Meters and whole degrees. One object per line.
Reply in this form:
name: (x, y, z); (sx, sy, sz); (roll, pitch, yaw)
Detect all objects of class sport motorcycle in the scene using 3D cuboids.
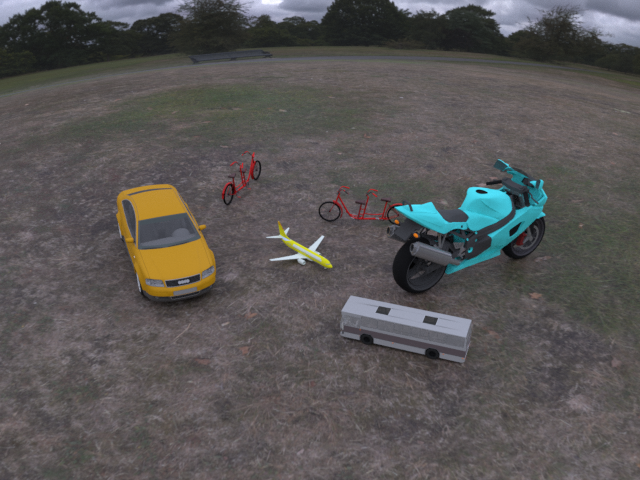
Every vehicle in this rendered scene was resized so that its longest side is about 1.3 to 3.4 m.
sport motorcycle: (2.316, -0.175, 10.517); (2.955, 1.596, 0.983); (-15, 32, -25)

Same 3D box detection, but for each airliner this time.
airliner: (-0.262, 0.093, 11.240); (1.161, 0.429, 1.307); (-25, 37, -37)

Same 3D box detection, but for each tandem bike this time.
tandem bike: (0.788, -0.587, 12.216); (1.642, 0.682, 0.283); (3, 29, 6)
tandem bike: (-1.490, -1.233, 13.392); (0.283, 0.682, 1.642); (10, 30, 18)

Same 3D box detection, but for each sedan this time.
sedan: (-2.500, -0.126, 11.111); (1.235, 0.940, 3.137); (-11, 31, -19)

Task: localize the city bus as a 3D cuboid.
city bus: (1.121, 1.181, 9.230); (1.674, 0.460, 0.476); (10, 30, 18)
